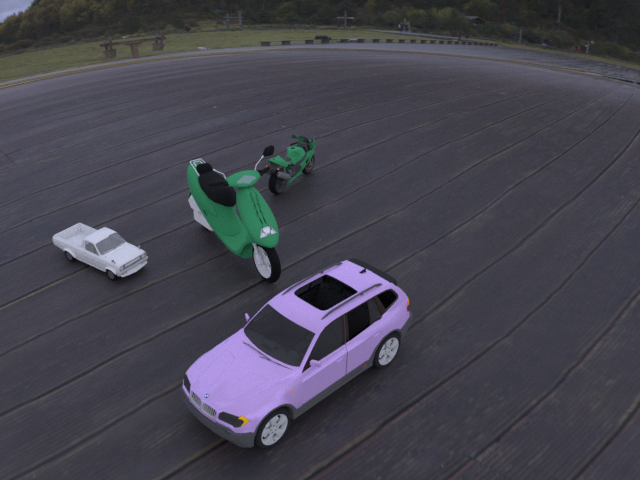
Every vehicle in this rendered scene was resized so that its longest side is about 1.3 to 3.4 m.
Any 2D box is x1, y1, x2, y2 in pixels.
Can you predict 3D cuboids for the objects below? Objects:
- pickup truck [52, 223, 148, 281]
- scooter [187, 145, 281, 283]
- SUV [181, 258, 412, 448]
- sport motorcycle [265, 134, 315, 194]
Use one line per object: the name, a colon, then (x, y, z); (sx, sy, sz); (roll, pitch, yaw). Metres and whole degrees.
pickup truck: (-3.424, 0.105, 10.853); (1.603, 0.511, 0.640); (19, 35, 29)
scooter: (-1.383, -0.593, 10.784); (1.288, 1.786, 2.721); (-20, 35, -30)
SUV: (-0.198, 1.204, 8.348); (3.058, 1.128, 1.276); (-26, 39, -37)
sport motorcycle: (-0.522, -1.440, 13.201); (0.506, 0.821, 1.520); (17, 34, 26)
